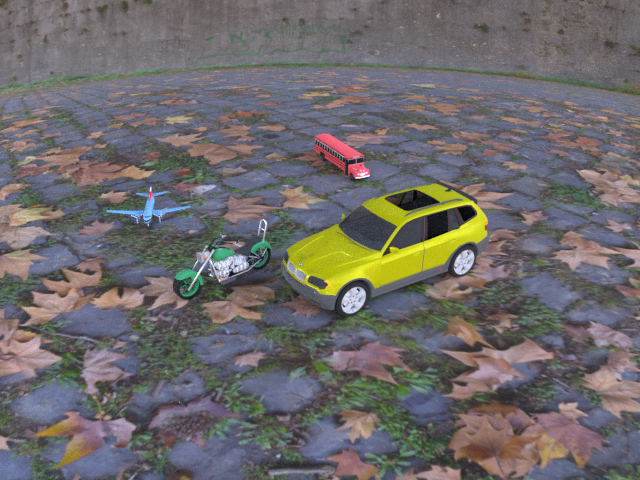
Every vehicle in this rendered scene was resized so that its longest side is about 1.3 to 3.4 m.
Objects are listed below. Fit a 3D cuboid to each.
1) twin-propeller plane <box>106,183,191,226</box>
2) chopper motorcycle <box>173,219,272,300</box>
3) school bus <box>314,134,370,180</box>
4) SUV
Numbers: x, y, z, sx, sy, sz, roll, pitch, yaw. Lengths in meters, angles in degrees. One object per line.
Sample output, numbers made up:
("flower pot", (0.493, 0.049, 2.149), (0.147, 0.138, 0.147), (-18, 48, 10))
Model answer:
("twin-propeller plane", (-2.843, -0.586, 11.644), (1.370, 0.407, 1.095), (-3, 27, -7))
("chopper motorcycle", (-1.318, 0.255, 9.593), (1.563, 0.761, 0.466), (-21, 34, -35))
("school bus", (0.421, -1.629, 13.672), (0.365, 0.434, 1.708), (-13, 30, -24))
("SUV", (0.948, 0.012, 9.666), (3.058, 1.128, 1.276), (-16, 31, -28))
